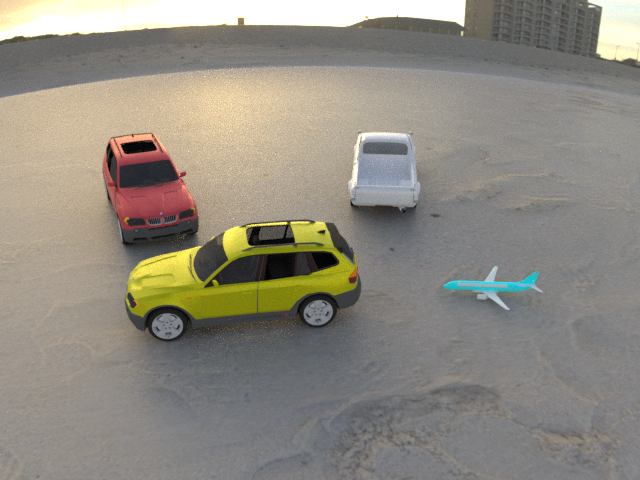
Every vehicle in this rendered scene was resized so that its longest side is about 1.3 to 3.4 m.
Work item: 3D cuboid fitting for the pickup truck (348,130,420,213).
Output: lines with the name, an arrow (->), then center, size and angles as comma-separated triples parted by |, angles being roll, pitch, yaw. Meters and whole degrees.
pickup truck -> 1.188, -1.403, 12.872 | 1.244, 0.993, 3.117 | 2, 27, 4

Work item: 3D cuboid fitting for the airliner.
airliner -> 2.369, 0.559, 9.653 | 1.307, 0.429, 1.161 | 2, 27, 5

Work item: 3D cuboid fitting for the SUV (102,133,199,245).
SUV -> -2.952, -0.957, 11.851 | 1.276, 1.128, 3.058 | -10, 29, -19

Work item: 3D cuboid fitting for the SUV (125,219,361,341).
SUV -> -0.991, 0.436, 9.127 | 3.058, 1.128, 1.276 | -4, 27, -8
